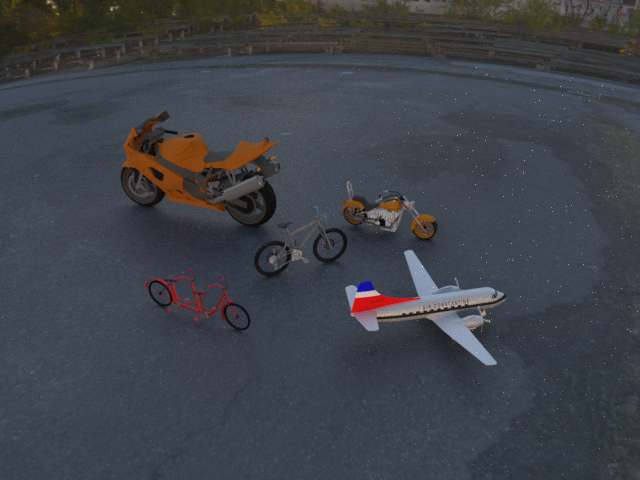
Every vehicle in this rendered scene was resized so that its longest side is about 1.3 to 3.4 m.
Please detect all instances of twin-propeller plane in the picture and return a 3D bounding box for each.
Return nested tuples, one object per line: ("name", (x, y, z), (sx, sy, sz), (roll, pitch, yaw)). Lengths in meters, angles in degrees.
("twin-propeller plane", (1.410, 0.744, 8.851), (2.129, 0.792, 2.663), (-7, 29, -13))

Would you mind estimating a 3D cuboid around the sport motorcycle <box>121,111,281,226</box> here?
("sport motorcycle", (-2.030, -1.118, 11.413), (2.955, 1.596, 0.983), (11, 30, 18))

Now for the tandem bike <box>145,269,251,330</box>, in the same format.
("tandem bike", (-1.602, 0.713, 9.022), (1.642, 0.682, 0.283), (14, 32, 23))

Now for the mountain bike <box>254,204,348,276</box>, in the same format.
("mountain bike", (-0.259, 0.038, 10.061), (1.469, 0.868, 0.573), (-13, 31, -22))

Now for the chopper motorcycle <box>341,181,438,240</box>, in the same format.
("chopper motorcycle", (1.098, -0.470, 11.100), (1.563, 0.761, 0.466), (11, 31, 19))
